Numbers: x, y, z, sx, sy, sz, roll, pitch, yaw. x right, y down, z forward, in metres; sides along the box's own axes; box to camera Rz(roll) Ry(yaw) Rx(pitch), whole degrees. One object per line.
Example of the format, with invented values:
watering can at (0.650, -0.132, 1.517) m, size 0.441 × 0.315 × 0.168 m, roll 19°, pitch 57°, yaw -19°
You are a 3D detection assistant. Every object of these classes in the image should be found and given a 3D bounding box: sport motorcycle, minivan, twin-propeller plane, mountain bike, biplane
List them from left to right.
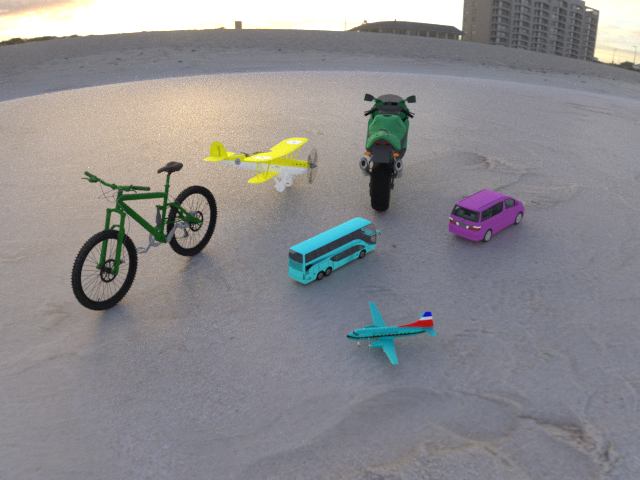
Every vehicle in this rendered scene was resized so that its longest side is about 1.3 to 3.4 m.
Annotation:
mountain bike at (-2.364, -0.215, 9.724) m, size 1.114 × 1.688 × 2.857 m, roll 14°, pitch 30°, yaw 27°
biplane at (-1.062, -1.461, 13.035) m, size 2.120 × 0.981 × 2.598 m, roll 8°, pitch 27°, yaw 15°
sport motorcycle at (1.203, -1.679, 12.782) m, size 0.983 × 1.596 × 2.955 m, roll 4°, pitch 27°, yaw 8°
twin-propeller plane at (0.860, 1.081, 8.549) m, size 1.095 × 0.407 × 1.370 m, roll -3°, pitch 27°, yaw -7°
minivan at (2.763, -0.471, 11.449) m, size 0.681 × 0.616 × 1.548 m, roll 24°, pitch 35°, yaw 39°

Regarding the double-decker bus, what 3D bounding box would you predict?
double-decker bus at (0.225, 0.126, 10.327) m, size 0.389 × 0.541 × 1.672 m, roll 23°, pitch 34°, yaw 38°
